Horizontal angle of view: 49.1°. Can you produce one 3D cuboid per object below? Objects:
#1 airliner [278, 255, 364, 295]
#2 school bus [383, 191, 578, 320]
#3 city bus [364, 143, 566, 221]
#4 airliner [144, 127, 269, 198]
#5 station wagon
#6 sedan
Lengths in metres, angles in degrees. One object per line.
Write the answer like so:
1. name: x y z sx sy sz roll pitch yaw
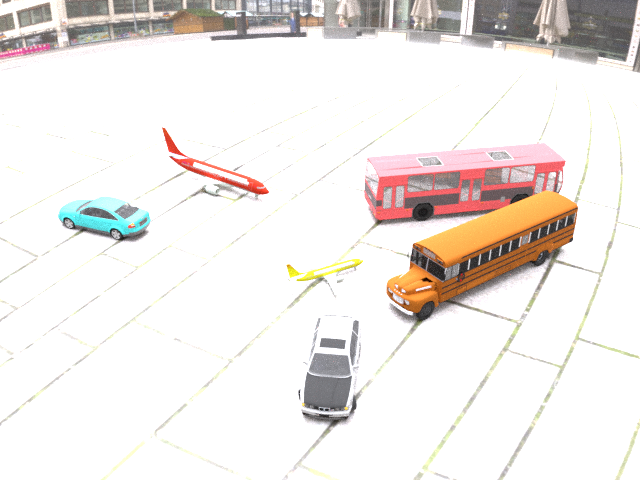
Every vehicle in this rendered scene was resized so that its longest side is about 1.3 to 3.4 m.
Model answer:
1. airliner: 0.077 0.368 10.056 1.307 0.429 1.161 -16 34 -25
2. school bus: 2.340 0.157 10.005 3.322 0.844 0.709 -20 36 -30
3. city bus: 2.424 -0.969 11.850 3.255 0.894 0.926 -6 31 -10
4. airliner: -1.931 -1.389 12.613 2.541 0.835 2.257 19 36 29
5. station wagon: 0.144 1.421 8.243 0.682 0.473 1.597 4 31 6
6. sedan: -3.521 -0.431 11.347 1.613 0.483 0.635 12 33 19
